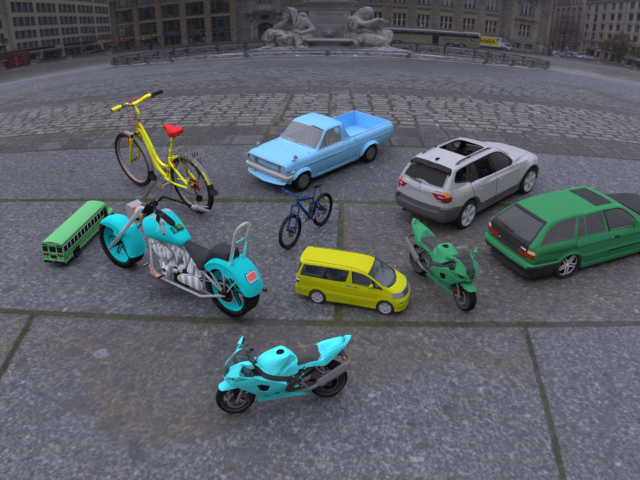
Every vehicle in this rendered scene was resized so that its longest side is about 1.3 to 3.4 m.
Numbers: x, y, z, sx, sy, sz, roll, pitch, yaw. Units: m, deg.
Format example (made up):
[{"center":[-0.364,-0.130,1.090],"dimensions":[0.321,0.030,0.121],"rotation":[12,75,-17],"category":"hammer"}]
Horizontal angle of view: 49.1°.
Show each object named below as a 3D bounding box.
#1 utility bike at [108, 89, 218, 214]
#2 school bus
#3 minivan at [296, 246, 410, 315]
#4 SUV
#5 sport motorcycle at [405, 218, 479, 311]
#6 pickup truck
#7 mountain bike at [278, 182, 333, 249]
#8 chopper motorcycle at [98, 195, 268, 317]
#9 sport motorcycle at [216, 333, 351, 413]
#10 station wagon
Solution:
[{"center":[-2.783,-1.474,11.860],"dimensions":[2.791,1.839,1.039],"rotation":[23,37,35],"category":"utility bike"},{"center":[-3.744,-0.179,10.977],"dimensions":[0.365,0.434,1.708],"rotation":[5,30,10],"category":"school bus"},{"center":[0.458,0.527,9.525],"dimensions":[1.548,0.616,0.681],"rotation":[8,30,14],"category":"minivan"},{"center":[2.614,-1.192,12.084],"dimensions":[3.058,1.128,1.276],"rotation":[-26,38,-38],"category":"SUV"},{"center":[1.687,0.332,9.663],"dimensions":[0.506,0.821,1.520],"rotation":[-14,32,-23],"category":"sport motorcycle"},{"center":[0.057,-1.896,13.486],"dimensions":[1.244,0.993,3.117],"rotation":[25,38,37],"category":"pickup truck"},{"center":[-0.211,-0.451,11.020],"dimensions":[0.573,0.868,1.469],"rotation":[18,34,29],"category":"mountain bike"},{"center":[-2.002,0.039,9.513],"dimensions":[3.040,1.480,0.906],"rotation":[20,35,32],"category":"chopper motorcycle"},{"center":[-0.394,1.457,7.644],"dimensions":[1.520,0.821,0.506],"rotation":[-8,30,-14],"category":"sport motorcycle"},{"center":[4.080,-0.270,10.641],"dimensions":[3.105,0.920,1.327],"rotation":[-12,31,-21],"category":"station wagon"}]
